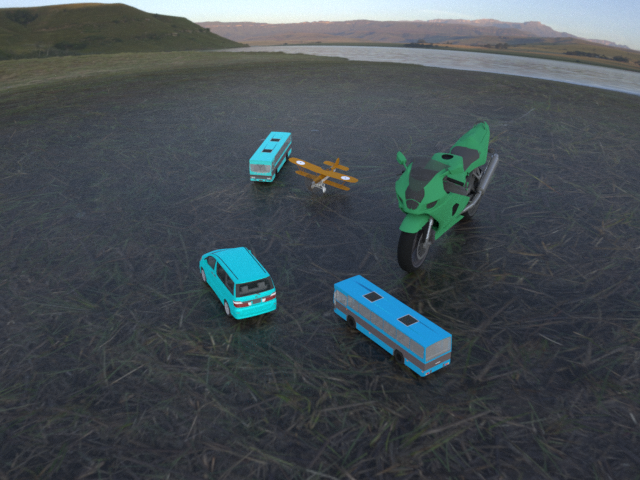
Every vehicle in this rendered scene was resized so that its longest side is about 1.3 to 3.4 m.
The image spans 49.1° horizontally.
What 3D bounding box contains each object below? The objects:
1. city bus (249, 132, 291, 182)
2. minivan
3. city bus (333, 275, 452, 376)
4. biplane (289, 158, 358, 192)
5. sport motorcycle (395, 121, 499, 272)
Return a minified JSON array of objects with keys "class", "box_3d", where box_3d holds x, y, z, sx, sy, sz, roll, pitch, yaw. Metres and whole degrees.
[{"class":"city bus","box_3d":[-0.929,-1.595,13.428,0.476,0.460,1.674,5,27,9]},{"class":"minivan","box_3d":[-1.119,0.454,9.238,0.681,0.616,1.548,-13,30,-24]},{"class":"city bus","box_3d":[0.819,1.002,8.334,0.476,0.460,1.674,-18,32,-31]},{"class":"biplane","box_3d":[0.126,-1.177,12.559,1.336,0.504,1.090,13,30,23]},{"class":"sport motorcycle","box_3d":[1.875,-0.704,10.429,0.983,1.596,2.955,15,31,27]}]
